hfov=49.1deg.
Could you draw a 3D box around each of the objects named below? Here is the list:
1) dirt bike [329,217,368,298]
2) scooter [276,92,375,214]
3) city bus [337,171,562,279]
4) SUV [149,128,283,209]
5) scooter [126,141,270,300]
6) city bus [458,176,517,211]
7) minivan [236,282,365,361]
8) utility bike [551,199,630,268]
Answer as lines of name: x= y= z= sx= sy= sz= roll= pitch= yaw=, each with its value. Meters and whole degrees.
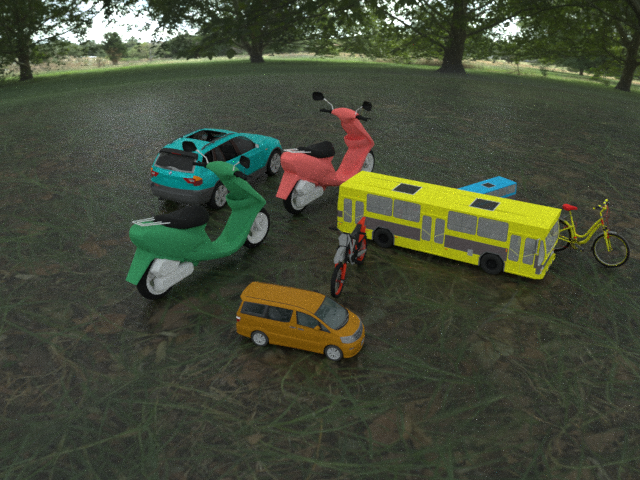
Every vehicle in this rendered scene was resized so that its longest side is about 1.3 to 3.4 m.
dirt bike: x=0.429 y=0.176 z=9.793 sx=0.527 sy=0.857 sz=1.493 roll=9 pitch=27 yaw=18
scooter: x=0.187 y=-1.584 z=12.350 sx=1.288 sy=1.786 sz=2.721 roll=19 pitch=32 yaw=34
city bus: x=1.875 y=-0.245 z=10.617 sx=3.255 sy=0.894 sz=0.926 roll=14 pitch=29 yaw=27
SUV: x=-1.846 y=-1.519 z=12.971 sx=1.276 sy=1.128 sz=3.058 roll=12 pitch=29 yaw=24
scooter: x=-1.628 y=-0.347 z=9.805 sx=1.288 sy=1.786 sz=2.721 roll=18 pitch=31 yaw=33
city bus: x=2.627 y=-0.652 z=11.950 sx=1.674 sy=0.460 sz=0.476 roll=-17 pitch=31 yaw=-32
minivan: x=-0.227 y=0.956 z=8.463 sx=1.548 sy=0.616 sz=0.681 roll=8 pitch=27 yaw=17
utility bike: x=3.930 y=-0.176 z=10.416 sx=1.435 sy=0.946 sz=0.535 roll=20 pitch=32 yaw=35
